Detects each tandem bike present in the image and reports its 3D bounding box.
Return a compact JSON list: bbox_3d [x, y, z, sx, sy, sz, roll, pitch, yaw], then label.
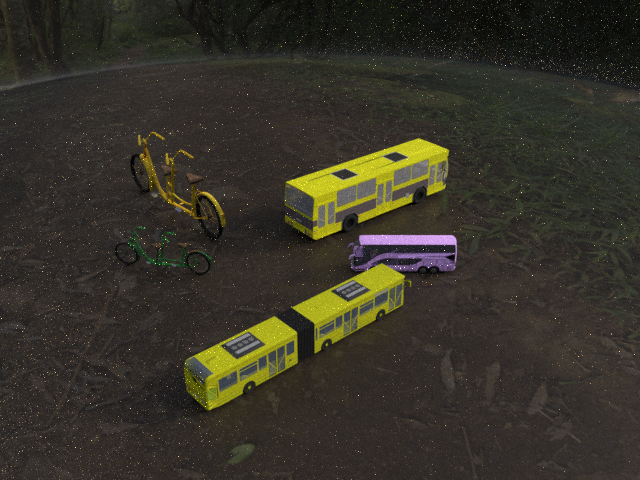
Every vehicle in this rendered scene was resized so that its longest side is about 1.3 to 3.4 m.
[{"bbox_3d":[-2.446,0.168,10.836,1.642,0.682,0.283,7,30,12],"label":"tandem bike"},{"bbox_3d":[-2.600,-1.044,12.328,0.550,1.326,3.192,-23,37,-35],"label":"tandem bike"}]

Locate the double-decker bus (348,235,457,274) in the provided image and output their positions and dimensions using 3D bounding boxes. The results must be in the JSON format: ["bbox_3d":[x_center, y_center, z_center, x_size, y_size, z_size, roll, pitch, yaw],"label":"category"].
[{"bbox_3d":[1.275,0.215,10.896,1.672,0.541,0.389,0,29,0],"label":"double-decker bus"}]

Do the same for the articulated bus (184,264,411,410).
[{"bbox_3d":[-0.185,1.174,9.177,3.401,0.561,0.605,-23,37,-35],"label":"articulated bus"}]

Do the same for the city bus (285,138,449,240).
[{"bbox_3d":[0.904,-0.933,12.569,3.255,0.894,0.926,-22,36,-33],"label":"city bus"}]
